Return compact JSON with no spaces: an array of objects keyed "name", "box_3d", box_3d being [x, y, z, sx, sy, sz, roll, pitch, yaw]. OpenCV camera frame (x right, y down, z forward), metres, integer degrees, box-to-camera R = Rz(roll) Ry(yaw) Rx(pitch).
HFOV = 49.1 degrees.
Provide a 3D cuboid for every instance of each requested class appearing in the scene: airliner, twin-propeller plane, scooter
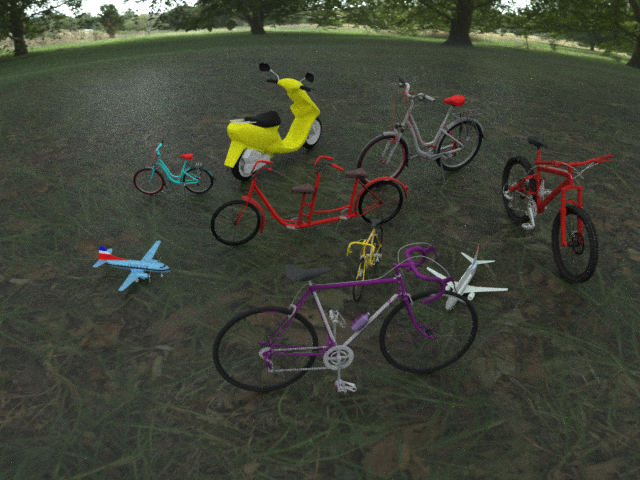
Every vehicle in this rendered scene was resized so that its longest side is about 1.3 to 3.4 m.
[{"name":"airliner","box_3d":[1.967,0.516,9.578,1.161,0.429,1.307,15,33,24]},{"name":"twin-propeller plane","box_3d":[-2.643,0.312,9.958,1.095,0.407,1.370,5,30,9]},{"name":"scooter","box_3d":[-0.805,-2.250,13.048,1.288,1.786,2.721,20,36,31]}]

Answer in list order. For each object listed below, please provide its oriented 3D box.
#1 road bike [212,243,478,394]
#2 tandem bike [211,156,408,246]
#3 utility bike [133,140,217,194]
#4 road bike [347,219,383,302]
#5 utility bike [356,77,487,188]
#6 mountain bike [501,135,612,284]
[{"name":"road bike","box_3d":[0.322,0.912,7.652,3.004,1.656,0.697,-5,30,-9]},{"name":"tandem bike","box_3d":[-0.112,-0.665,10.740,3.192,1.326,0.550,-9,31,-15]},{"name":"utility bike","box_3d":[-2.516,-1.178,12.020,1.435,0.946,0.535,-1,30,-2]},{"name":"road bike","box_3d":[0.680,0.199,9.708,0.358,0.852,1.545,9,31,16]},{"name":"utility bike","box_3d":[1.923,-1.872,12.335,2.791,1.839,1.039,-14,33,-23]},{"name":"mountain bike","box_3d":[3.347,-0.629,10.314,1.114,1.688,2.857,-5,30,-9]}]
